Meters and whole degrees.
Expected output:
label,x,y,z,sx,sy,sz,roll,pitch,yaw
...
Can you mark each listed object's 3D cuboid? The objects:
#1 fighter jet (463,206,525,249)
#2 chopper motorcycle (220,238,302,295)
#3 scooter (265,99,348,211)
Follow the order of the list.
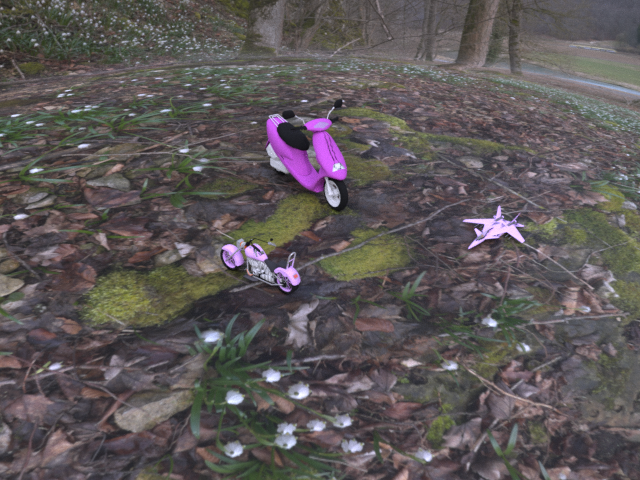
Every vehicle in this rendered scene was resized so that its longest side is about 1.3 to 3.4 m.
label,x,y,z,sx,sy,sz,roll,pitch,yaw
fighter jet,2.883,-0.180,11.853,1.147,0.286,1.358,24,37,36
chopper motorcycle,-0.924,0.296,10.515,1.563,0.761,0.466,22,36,34
scooter,-0.289,-1.755,13.132,1.288,1.786,2.721,-18,34,-29
